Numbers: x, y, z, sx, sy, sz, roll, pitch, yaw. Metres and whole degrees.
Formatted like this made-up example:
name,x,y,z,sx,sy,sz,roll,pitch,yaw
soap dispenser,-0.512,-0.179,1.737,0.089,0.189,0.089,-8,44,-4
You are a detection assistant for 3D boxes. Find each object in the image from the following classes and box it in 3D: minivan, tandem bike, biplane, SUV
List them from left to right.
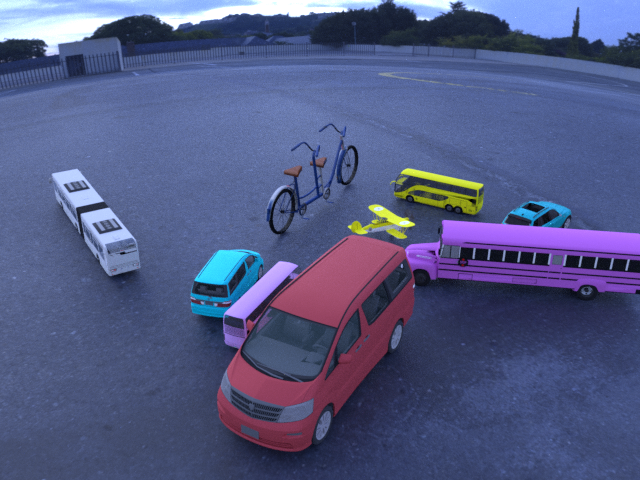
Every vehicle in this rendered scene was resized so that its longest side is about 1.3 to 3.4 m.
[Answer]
name,x,y,z,sx,sy,sz,roll,pitch,yaw
minivan,-1.270,0.493,9.807,0.681,0.616,1.548,6,28,12
tandem bike,-0.062,-1.169,12.234,0.550,1.326,3.192,15,31,26
minivan,0.045,1.063,8.082,1.324,1.197,3.011,15,31,26
biplane,0.994,-0.242,11.342,1.090,0.504,1.336,-11,29,-20
SUV,3.544,-0.339,11.446,0.656,0.580,1.572,24,36,38

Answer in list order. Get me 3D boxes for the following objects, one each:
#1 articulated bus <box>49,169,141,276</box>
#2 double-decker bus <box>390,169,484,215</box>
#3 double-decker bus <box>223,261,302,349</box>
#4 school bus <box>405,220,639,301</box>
name,x,y,z,sx,sy,sz,roll,pitch,yaw
articulated bus,-3.757,-0.375,11.537,0.605,0.561,3.401,-16,31,-28
double-decker bus,2.088,-0.880,12.529,1.672,0.541,0.389,16,31,28
double-decker bus,-0.707,0.817,9.266,0.389,0.541,1.672,12,30,22
school bus,2.847,0.254,10.019,3.322,0.844,0.709,4,28,8
